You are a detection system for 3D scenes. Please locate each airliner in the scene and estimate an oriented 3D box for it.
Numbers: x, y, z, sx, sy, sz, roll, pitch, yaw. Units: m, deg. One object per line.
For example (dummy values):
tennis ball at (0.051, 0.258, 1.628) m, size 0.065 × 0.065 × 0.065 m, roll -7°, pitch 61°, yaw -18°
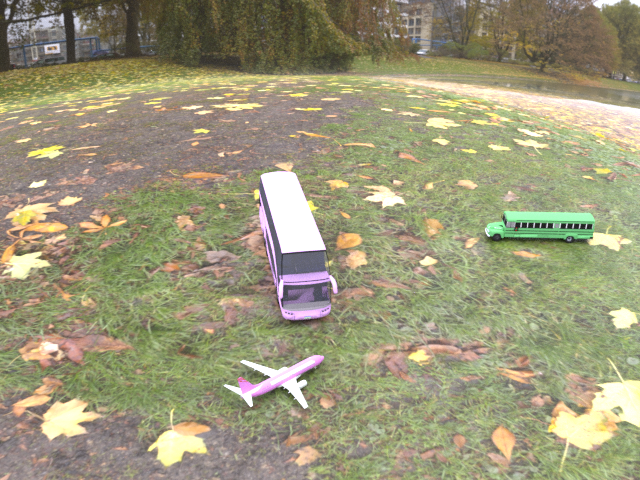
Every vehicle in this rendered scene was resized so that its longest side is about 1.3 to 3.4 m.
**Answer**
airliner at (-0.433, 1.510, 8.065) m, size 1.307 × 0.429 × 1.161 m, roll -22°, pitch 34°, yaw -38°

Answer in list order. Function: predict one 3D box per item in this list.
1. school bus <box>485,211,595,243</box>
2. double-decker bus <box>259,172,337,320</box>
school bus at (3.627, -0.225, 11.592) m, size 1.708 × 0.434 × 0.365 m, roll 1°, pitch 26°, yaw 3°
double-decker bus at (-0.428, 0.016, 10.401) m, size 0.756 × 1.052 × 3.251 m, roll -4°, pitch 27°, yaw -9°
